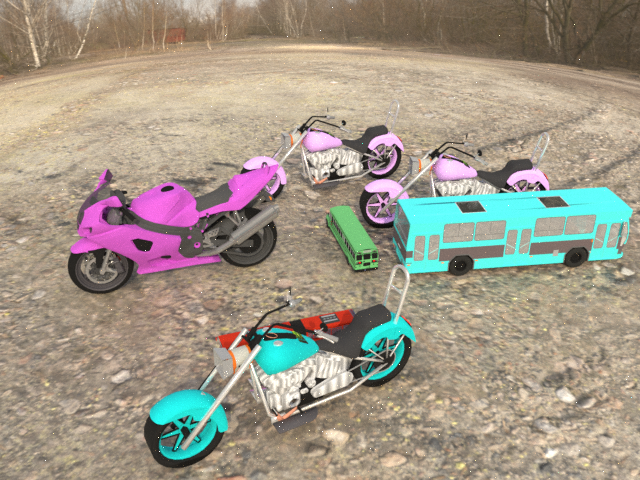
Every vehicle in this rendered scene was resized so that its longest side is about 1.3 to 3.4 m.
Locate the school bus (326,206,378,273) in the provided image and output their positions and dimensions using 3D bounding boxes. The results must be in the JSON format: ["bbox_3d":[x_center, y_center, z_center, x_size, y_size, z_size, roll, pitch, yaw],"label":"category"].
[{"bbox_3d":[0.450,-0.077,10.562,0.365,0.434,1.708,-7,30,-13],"label":"school bus"}]

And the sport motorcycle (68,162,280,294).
[{"bbox_3d":[-1.952,-0.171,9.536,2.955,1.596,0.983,-11,31,-18],"label":"sport motorcycle"}]

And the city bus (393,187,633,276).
[{"bbox_3d":[2.744,-0.117,10.160,3.255,0.894,0.926,-4,29,-7],"label":"city bus"}]

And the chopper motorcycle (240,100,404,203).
[{"bbox_3d":[0.073,-1.552,12.136,3.040,1.480,0.906,-11,31,-19],"label":"chopper motorcycle"}]

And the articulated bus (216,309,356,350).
[{"bbox_3d":[-0.366,1.161,8.487,1.749,0.289,0.311,-10,31,-17],"label":"articulated bus"}]

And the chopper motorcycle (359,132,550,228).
[{"bbox_3d":[2.149,-0.944,11.044,3.040,1.480,0.906,-3,29,-5],"label":"chopper motorcycle"}]

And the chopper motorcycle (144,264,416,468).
[{"bbox_3d":[-0.315,1.243,7.115,3.040,1.480,0.906,-15,33,-25],"label":"chopper motorcycle"}]
